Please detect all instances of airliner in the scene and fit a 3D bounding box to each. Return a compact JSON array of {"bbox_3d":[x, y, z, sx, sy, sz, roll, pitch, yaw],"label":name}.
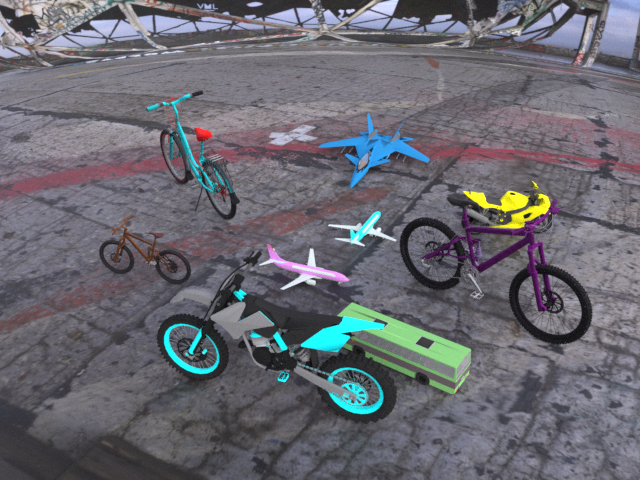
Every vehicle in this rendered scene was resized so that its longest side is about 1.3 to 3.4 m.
[{"bbox_3d":[-0.194,0.358,10.185,1.307,0.429,1.161,11,32,18],"label":"airliner"},{"bbox_3d":[0.729,-0.266,11.232,1.161,0.429,1.307,14,33,22],"label":"airliner"}]

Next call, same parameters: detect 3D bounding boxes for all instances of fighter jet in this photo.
[{"bbox_3d":[0.979,-1.729,13.565,2.229,0.557,2.640,10,32,16],"label":"fighter jet"}]

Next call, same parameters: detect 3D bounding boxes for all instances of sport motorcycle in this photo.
[{"bbox_3d":[3.004,-0.465,11.185,1.520,0.821,0.506,-1,31,-1],"label":"sport motorcycle"}]

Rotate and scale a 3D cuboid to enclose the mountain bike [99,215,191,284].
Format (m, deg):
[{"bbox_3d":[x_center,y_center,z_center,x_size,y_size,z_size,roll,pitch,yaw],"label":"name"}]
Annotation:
[{"bbox_3d":[-2.538,0.184,10.048,1.469,0.868,0.573,9,32,15],"label":"mountain bike"}]

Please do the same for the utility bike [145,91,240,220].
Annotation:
[{"bbox_3d":[-2.211,-1.455,11.852,1.039,1.839,2.791,-20,36,-30],"label":"utility bike"}]

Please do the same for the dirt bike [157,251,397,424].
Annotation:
[{"bbox_3d":[-0.554,1.122,7.692,2.903,1.666,1.024,10,32,17],"label":"dirt bike"}]

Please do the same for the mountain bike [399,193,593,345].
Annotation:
[{"bbox_3d":[2.219,0.248,9.139,2.857,1.688,1.114,25,39,36],"label":"mountain bike"}]

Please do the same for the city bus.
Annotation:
[{"bbox_3d":[0.977,1.315,8.546,1.674,0.460,0.476,19,36,29],"label":"city bus"}]
